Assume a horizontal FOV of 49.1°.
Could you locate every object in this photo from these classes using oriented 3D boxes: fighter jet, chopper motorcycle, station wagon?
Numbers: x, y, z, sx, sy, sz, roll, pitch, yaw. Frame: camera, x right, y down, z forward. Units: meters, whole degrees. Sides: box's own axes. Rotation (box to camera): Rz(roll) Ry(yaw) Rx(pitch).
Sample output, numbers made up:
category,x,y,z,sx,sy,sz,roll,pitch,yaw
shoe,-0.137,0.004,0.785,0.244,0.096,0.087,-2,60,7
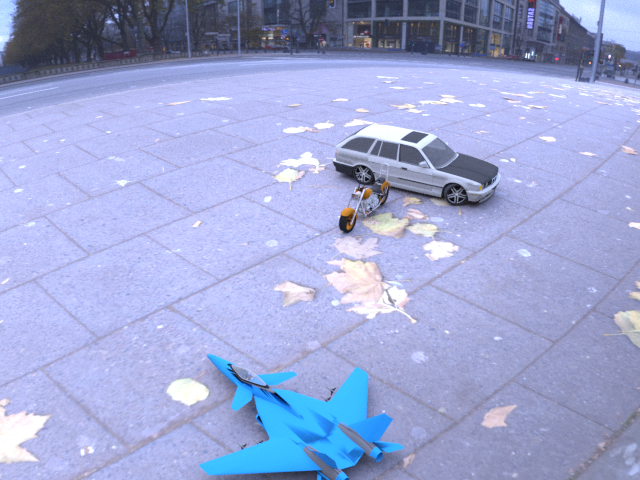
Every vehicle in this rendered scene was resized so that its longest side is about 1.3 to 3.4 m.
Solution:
category,x,y,z,sx,sy,sz,roll,pitch,yaw
fighter jet,-0.454,1.677,7.511,2.229,0.557,2.640,-24,36,-37
chopper motorcycle,0.768,-0.723,11.806,0.466,0.761,1.563,16,32,28
station wagon,1.806,-1.485,13.071,3.105,0.920,1.327,16,32,27
